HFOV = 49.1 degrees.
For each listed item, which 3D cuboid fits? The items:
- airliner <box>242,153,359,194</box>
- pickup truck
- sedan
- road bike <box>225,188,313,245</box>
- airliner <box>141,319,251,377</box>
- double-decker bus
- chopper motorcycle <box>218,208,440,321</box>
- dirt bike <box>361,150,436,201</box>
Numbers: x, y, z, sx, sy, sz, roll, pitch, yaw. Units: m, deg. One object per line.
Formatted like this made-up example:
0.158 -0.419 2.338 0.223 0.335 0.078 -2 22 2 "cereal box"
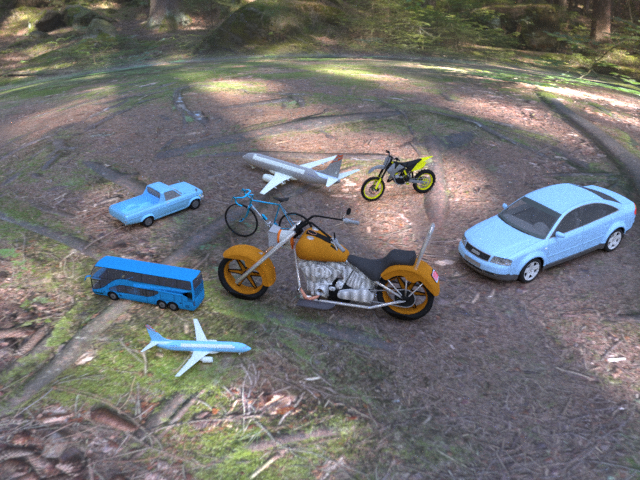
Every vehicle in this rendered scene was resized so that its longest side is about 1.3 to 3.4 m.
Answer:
-0.553 -1.491 13.198 2.541 0.835 2.257 21 35 33 "airliner"
-2.798 -0.674 12.042 1.603 0.511 0.640 -25 38 -38 "pickup truck"
3.546 -0.247 10.815 3.137 0.940 1.235 -16 33 -27 "sedan"
-0.826 -0.352 11.098 1.545 0.852 0.358 10 30 18 "road bike"
-1.507 1.234 8.641 1.307 0.429 1.161 1 29 1 "airliner"
-2.424 0.592 9.697 1.672 0.541 0.389 8 30 14 "double-decker bus"
0.079 0.281 9.289 3.040 1.480 0.906 7 30 13 "chopper motorcycle"
1.429 -1.159 12.569 1.493 0.857 0.527 -10 30 -18 "dirt bike"
